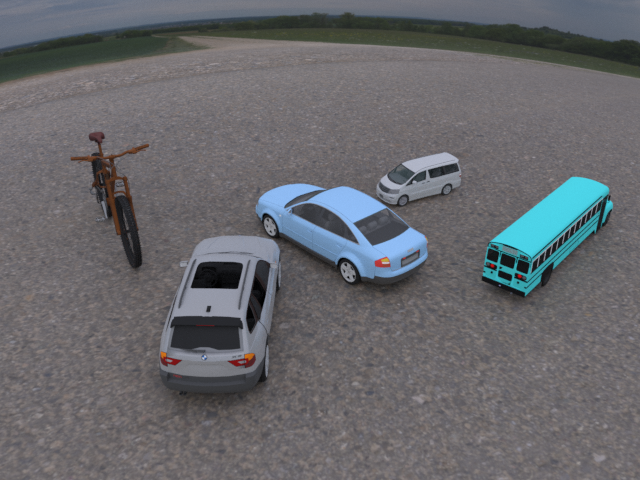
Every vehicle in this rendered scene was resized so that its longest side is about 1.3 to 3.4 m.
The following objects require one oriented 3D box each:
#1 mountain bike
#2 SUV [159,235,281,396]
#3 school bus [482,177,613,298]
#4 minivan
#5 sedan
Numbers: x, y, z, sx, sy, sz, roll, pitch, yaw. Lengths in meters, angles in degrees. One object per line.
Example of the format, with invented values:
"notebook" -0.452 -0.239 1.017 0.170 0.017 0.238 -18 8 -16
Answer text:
"mountain bike" -3.226 -0.777 10.825 1.114 1.688 2.857 -14 33 -23
"SUV" -1.194 0.693 8.860 1.276 1.128 3.058 1 30 1
"school bus" 3.594 -0.179 10.637 0.709 0.844 3.322 23 37 34
"minivan" 1.751 -1.093 12.431 1.548 0.616 0.681 -15 33 -24
"sedan" 0.238 -0.294 10.738 1.235 0.940 3.137 -25 38 -36
